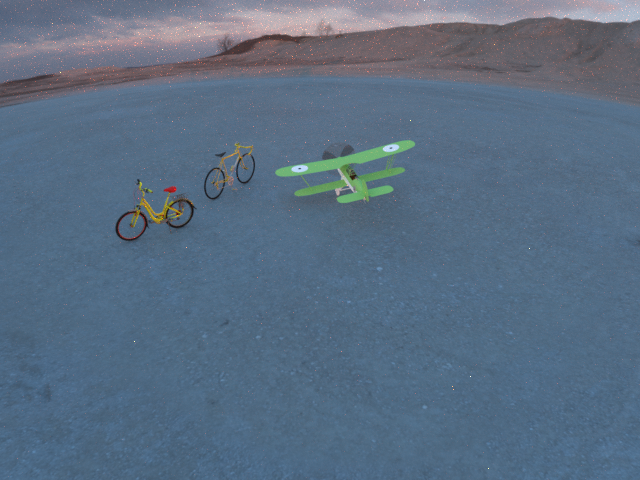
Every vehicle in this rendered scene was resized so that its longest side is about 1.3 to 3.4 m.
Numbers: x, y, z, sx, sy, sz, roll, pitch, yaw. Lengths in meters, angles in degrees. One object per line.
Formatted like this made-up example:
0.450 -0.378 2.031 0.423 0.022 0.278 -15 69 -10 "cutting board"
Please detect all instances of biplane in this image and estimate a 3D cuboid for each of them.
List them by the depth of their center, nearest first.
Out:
0.539 -1.104 12.567 2.598 0.981 2.120 -6 26 -11 "biplane"

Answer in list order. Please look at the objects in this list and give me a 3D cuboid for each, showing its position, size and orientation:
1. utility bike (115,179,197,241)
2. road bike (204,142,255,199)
-2.638 -0.509 11.370 1.435 0.946 0.535 -18 31 -32 "utility bike"
-1.689 -1.329 13.185 0.358 0.852 1.545 15 29 28 "road bike"
